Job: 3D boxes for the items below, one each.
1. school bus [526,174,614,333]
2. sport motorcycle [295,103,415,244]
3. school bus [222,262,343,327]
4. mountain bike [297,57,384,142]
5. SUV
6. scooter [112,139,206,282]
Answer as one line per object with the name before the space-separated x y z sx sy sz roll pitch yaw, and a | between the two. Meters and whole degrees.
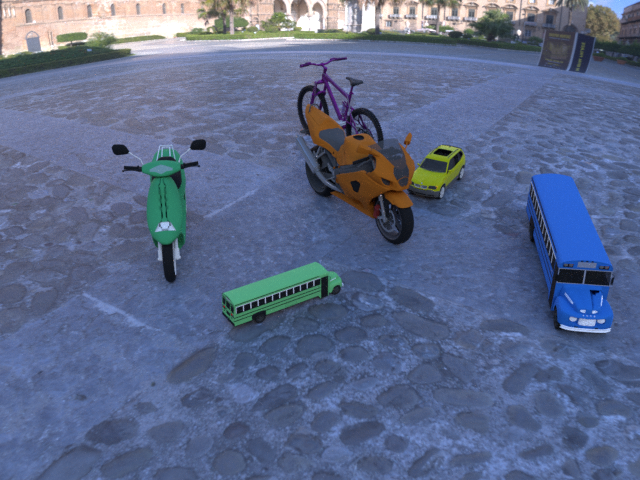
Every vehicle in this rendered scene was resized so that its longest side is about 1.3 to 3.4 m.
school bus | 3.471 0.096 9.857 0.709 0.844 3.322 4 29 7
sport motorcycle | 0.570 -1.112 11.264 0.983 1.596 2.955 -17 33 -27
school bus | -0.455 0.678 9.229 1.708 0.434 0.365 -18 34 -29
mountain bike | 0.353 -2.595 13.848 1.114 1.688 2.857 -18 34 -29
SUV | 2.113 -1.258 12.577 0.656 0.580 1.572 16 33 26
scooter | -2.276 -0.723 10.364 1.288 1.786 2.721 -5 29 -9
